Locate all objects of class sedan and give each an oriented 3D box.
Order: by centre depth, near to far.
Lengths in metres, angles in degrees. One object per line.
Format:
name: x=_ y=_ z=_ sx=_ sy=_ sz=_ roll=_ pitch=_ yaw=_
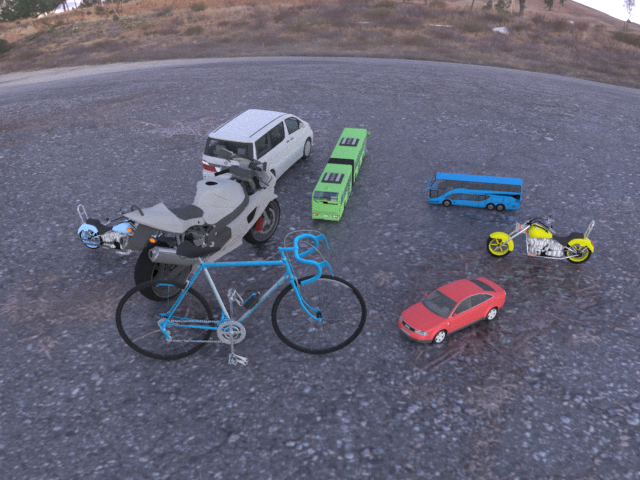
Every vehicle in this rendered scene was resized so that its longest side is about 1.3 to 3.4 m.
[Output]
sedan: x=1.758 y=0.871 z=9.265 sx=1.613 sy=0.483 sz=0.635 roll=-18 pitch=33 yaw=-29

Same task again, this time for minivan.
minivan: x=-1.119 y=-1.883 z=13.576 sx=1.324 sy=1.197 sz=3.011 roll=10 pitch=30 yaw=18

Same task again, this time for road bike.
road bike: x=-0.932 y=0.726 z=8.305 sx=3.004 sy=1.656 sz=0.697 roll=-2 pitch=29 yaw=-3

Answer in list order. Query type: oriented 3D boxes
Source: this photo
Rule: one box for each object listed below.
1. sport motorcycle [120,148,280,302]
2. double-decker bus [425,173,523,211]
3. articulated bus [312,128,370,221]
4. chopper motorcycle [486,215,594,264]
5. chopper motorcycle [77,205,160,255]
sport motorcycle: x=-1.578 y=-0.263 z=10.183 sx=0.983 sy=1.596 sz=2.955 roll=20 pitch=34 yaw=32
double-decker bus: x=2.709 y=-0.862 z=12.386 sx=1.672 sy=0.541 sz=0.389 roll=5 pitch=29 yaw=10
articulated bus: x=0.422 y=-1.320 z=13.207 sx=0.605 sy=0.561 sz=3.401 roll=5 pitch=29 yaw=10
chopper motorcycle: x=3.346 y=-0.025 z=10.621 sx=1.563 sy=0.761 sz=0.466 roll=6 pitch=29 yaw=11
chopper motorcycle: x=-3.031 y=-0.111 z=10.778 sx=1.563 sy=0.761 sz=0.466 roll=8 pitch=30 yaw=14
